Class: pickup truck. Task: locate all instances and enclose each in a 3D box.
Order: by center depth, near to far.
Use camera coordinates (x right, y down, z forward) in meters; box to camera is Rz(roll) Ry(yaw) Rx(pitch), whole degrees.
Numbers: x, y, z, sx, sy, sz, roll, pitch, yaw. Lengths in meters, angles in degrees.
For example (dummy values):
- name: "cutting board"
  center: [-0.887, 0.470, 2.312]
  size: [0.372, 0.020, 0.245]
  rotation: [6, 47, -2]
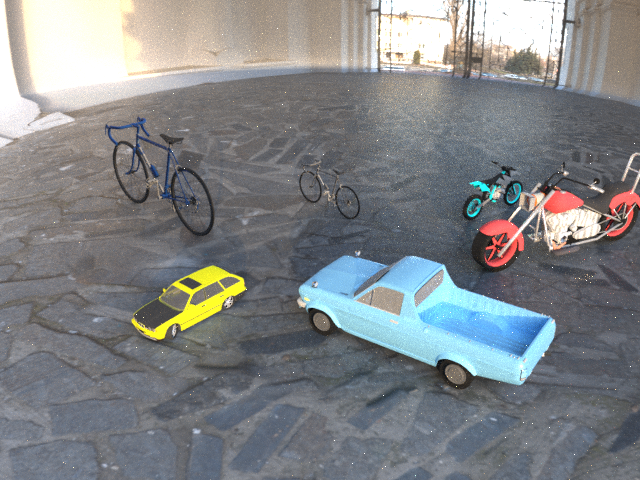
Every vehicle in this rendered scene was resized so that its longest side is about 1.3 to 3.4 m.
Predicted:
- name: "pickup truck"
  center: [1.240, 0.849, 8.641]
  size: [3.117, 0.993, 1.244]
  rotation: [17, 32, 31]

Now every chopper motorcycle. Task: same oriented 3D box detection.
- name: "chopper motorcycle"
  center: [3.683, -0.438, 10.637]
  size: [3.040, 1.480, 0.906]
  rotation: [-11, 29, -20]

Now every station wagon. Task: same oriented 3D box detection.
- name: "station wagon"
  center: [-1.740, 0.788, 9.335]
  size: [0.682, 0.473, 1.597]
  rotation: [22, 34, 36]

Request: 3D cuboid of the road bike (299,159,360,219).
- name: "road bike"
  center: [0.149, -0.914, 12.267]
  size: [0.358, 0.852, 1.545]
  rotation: [-23, 35, -37]

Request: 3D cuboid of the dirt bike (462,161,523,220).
- name: "dirt bike"
  center: [3.036, -0.874, 12.183]
  size: [1.493, 0.857, 0.527]
  rotation: [-18, 32, -31]

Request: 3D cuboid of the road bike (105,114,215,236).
- name: "road bike"
  center: [-2.725, -1.132, 11.809]
  size: [0.697, 1.656, 3.004]
  rotation: [-24, 36, -39]
